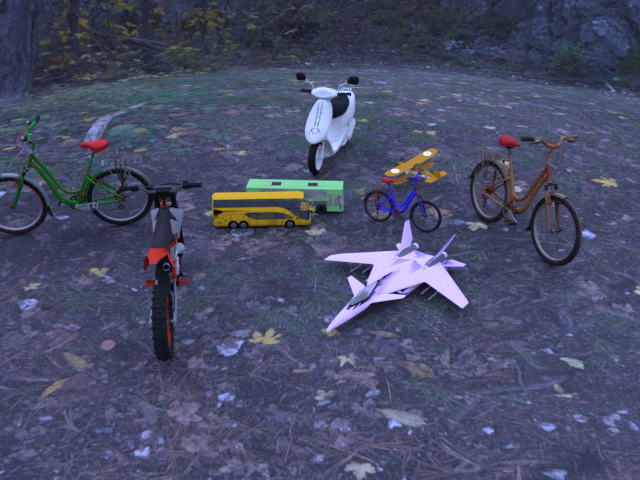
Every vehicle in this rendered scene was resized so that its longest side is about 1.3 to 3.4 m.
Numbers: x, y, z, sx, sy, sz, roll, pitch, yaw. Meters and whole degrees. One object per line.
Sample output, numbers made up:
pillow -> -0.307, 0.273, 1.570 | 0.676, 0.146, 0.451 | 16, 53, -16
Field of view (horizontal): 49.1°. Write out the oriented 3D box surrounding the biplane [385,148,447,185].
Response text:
biplane -> 1.835, -1.287, 13.148 | 1.336, 0.504, 1.090 | -21, 33, -36

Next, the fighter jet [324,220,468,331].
fighter jet -> 0.879, 0.501, 9.475 | 2.229, 0.557, 2.640 | 18, 32, 33

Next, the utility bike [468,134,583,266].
utility bike -> 3.194, -0.864, 10.788 | 1.039, 1.839, 2.791 | -10, 28, -20

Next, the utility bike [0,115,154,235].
utility bike -> -3.965, -0.937, 10.936 | 2.791, 1.839, 1.039 | -6, 27, -11

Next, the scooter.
scooter -> 0.231, -2.545, 14.246 | 1.288, 1.786, 2.721 | 8, 27, 16

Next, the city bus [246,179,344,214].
city bus -> -0.428, -0.754, 12.121 | 1.674, 0.460, 0.476 | 2, 26, 3

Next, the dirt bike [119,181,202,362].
dirt bike -> -1.964, 0.176, 8.880 | 1.024, 1.666, 2.903 | -3, 26, -6

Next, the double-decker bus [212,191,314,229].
double-decker bus -> -0.934, -0.503, 11.523 | 1.672, 0.541, 0.389 | -1, 26, -2

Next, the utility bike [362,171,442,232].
utility bike -> 1.345, -0.681, 11.426 | 1.435, 0.946, 0.535 | 14, 30, 27
